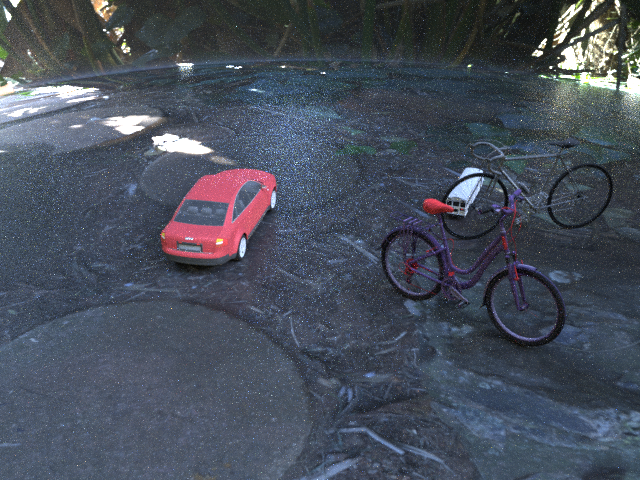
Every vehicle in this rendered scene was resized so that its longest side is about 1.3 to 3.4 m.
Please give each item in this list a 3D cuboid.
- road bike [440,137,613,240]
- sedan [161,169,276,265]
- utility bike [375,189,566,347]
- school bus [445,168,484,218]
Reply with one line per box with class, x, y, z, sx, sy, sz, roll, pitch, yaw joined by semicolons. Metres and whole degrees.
road bike;3.341;-0.835;11.128;3.004;1.656;0.697;-6;29;-11
sedan;-1.556;-0.582;11.415;1.235;0.940;3.137;6;29;11
utility bike;1.924;0.177;9.031;2.791;1.839;1.039;22;35;35
school bus;2.618;-0.887;12.527;0.365;0.434;1.708;11;30;20
